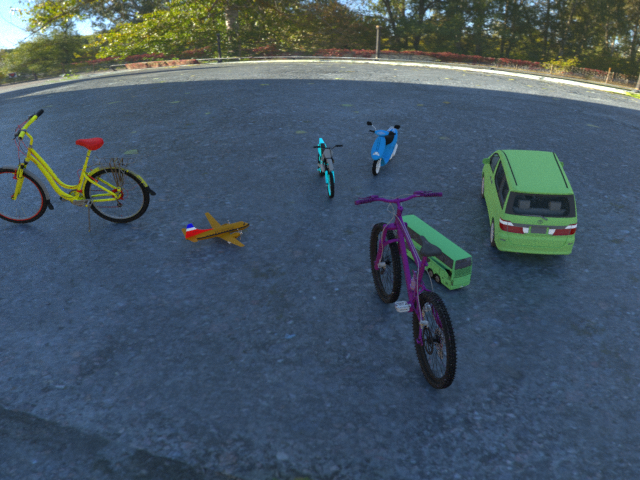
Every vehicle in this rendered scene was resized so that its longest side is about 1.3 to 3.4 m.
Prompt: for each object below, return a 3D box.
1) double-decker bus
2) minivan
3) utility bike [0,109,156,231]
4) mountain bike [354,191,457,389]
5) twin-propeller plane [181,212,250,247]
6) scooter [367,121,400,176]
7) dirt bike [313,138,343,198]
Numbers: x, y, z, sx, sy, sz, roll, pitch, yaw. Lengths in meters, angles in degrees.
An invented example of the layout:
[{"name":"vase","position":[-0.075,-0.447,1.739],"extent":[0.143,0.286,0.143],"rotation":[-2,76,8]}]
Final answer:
[{"name":"double-decker bus","position":[1.589,0.135,10.244],"extent":[0.389,0.541,1.672],"rotation":[-13,31,-23]},{"name":"minivan","position":[3.325,-0.820,11.341],"extent":[1.324,1.197,3.011],"rotation":[3,28,6]},{"name":"utility bike","position":[-4.047,-1.018,11.029],"extent":[2.791,1.839,1.039],"rotation":[-1,28,-1]},{"name":"mountain bike","position":[1.071,0.444,8.441],"extent":[1.114,1.688,2.857],"rotation":[-6,29,-11]},{"name":"twin-propeller plane","position":[-1.598,-0.179,10.977],"extent":[1.095,0.407,1.370],"rotation":[-16,32,-28]},{"name":"scooter","position":[1.259,-1.883,13.635],"extent":[0.662,0.919,1.399],"rotation":[10,30,19]},{"name":"dirt bike","position":[0.117,-1.376,12.748],"extent":[0.527,0.857,1.493],"rotation":[-4,28,-8]}]
